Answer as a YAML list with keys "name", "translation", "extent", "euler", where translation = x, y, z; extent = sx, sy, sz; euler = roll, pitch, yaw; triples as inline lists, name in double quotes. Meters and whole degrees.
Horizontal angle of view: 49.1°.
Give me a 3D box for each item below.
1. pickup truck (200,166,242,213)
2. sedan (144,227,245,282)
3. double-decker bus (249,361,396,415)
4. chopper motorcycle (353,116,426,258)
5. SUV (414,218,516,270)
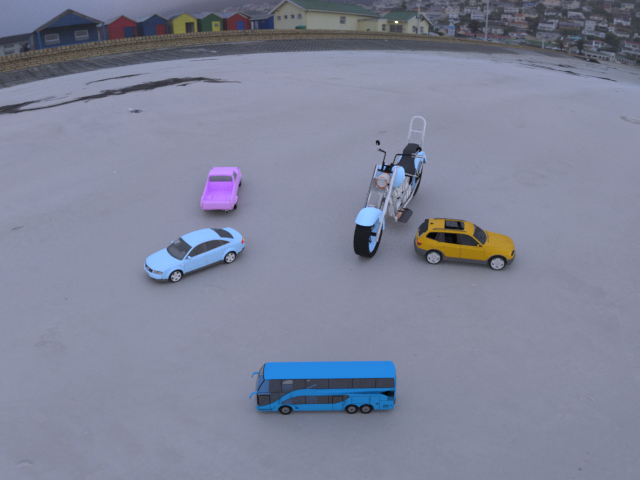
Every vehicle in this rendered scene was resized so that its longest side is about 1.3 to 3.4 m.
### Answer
- name: "pickup truck"
  translation: [-1.798, -0.985, 12.787]
  extent: [0.640, 0.511, 1.603]
  euler: [0, 30, -1]
- name: "sedan"
  translation: [-1.931, 0.168, 10.785]
  extent: [1.613, 0.483, 0.635]
  euler: [-20, 35, -31]
- name: "double-decker bus"
  translation: [0.038, 1.688, 8.052]
  extent: [1.672, 0.541, 0.389]
  euler: [-1, 30, -1]
- name: "chopper motorcycle"
  translation: [1.215, -0.947, 11.740]
  extent: [0.906, 1.480, 3.040]
  euler: [12, 32, 20]
- name: "SUV"
  translation: [2.261, 0.025, 10.939]
  extent: [1.572, 0.580, 0.656]
  euler: [5, 30, 9]
